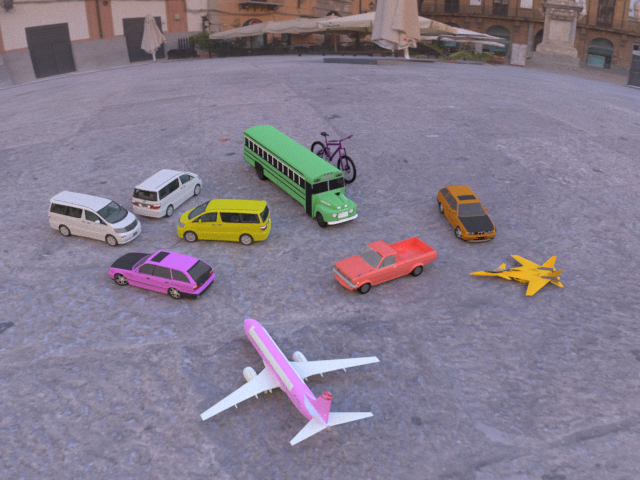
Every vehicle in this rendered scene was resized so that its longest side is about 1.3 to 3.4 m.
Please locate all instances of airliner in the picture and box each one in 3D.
[{"bbox_3d":[-0.427,1.423,8.293,2.257,0.835,2.541,-14,32,-23],"label":"airliner"}]

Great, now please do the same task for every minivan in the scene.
[{"bbox_3d":[-1.608,-0.337,11.649,1.548,0.616,0.681,3,29,5],"label":"minivan"},{"bbox_3d":[-2.752,-0.937,12.718,0.681,0.616,1.548,11,31,19],"label":"minivan"},{"bbox_3d":[-3.773,-0.380,11.726,1.548,0.616,0.681,11,31,18],"label":"minivan"}]

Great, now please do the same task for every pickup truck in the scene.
[{"bbox_3d":[0.995,0.307,10.610,1.603,0.511,0.640,-16,33,-26],"label":"pickup truck"}]

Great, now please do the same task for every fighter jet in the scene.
[{"bbox_3d":[2.939,0.455,10.575,1.358,0.286,1.147,1,29,2],"label":"fighter jet"}]

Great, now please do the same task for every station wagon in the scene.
[{"bbox_3d":[-2.380,0.440,10.412,1.597,0.473,0.682,11,31,19],"label":"station wagon"},{"bbox_3d":[2.522,-0.509,12.100,0.682,0.473,1.597,-4,30,-8],"label":"station wagon"}]

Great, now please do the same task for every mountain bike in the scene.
[{"bbox_3d":[0.249,-1.680,13.783,0.573,0.868,1.469,-19,35,-30],"label":"mountain bike"}]

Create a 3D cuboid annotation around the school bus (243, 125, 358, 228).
[{"bbox_3d":[-0.422,-1.245,13.034,0.709,0.844,3.322,-16,33,-26],"label":"school bus"}]
